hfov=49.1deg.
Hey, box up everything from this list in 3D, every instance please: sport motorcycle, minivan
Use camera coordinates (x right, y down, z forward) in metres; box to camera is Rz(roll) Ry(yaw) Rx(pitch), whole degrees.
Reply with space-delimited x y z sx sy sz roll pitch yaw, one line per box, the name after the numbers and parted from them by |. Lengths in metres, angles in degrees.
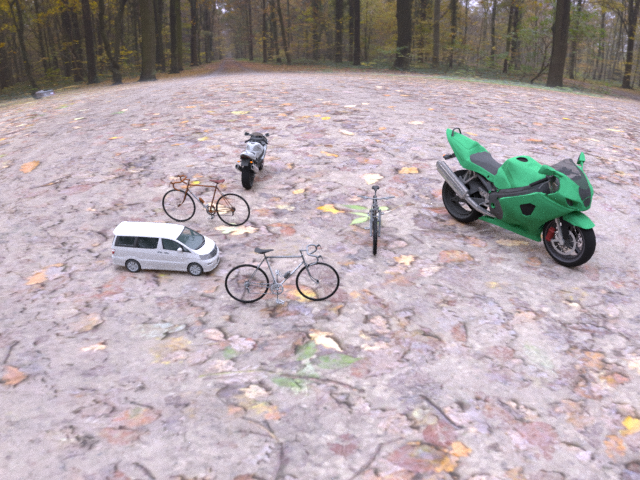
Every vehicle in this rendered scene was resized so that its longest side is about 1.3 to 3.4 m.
-1.293 -1.573 13.566 0.506 0.821 1.520 4 26 7 | sport motorcycle
-2.277 0.102 10.369 1.548 0.616 0.681 3 26 6 | minivan
3.030 -0.717 10.929 0.983 1.596 2.955 -19 32 -33 | sport motorcycle

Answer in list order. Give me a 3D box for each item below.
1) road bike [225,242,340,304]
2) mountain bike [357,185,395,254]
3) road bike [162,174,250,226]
-0.505 0.461 9.365 1.545 0.852 0.358 -1 26 -3 | road bike
0.872 -0.399 11.108 0.573 0.868 1.469 1 26 3 | mountain bike
-1.912 -0.654 11.649 1.545 0.852 0.358 5 26 10 | road bike
